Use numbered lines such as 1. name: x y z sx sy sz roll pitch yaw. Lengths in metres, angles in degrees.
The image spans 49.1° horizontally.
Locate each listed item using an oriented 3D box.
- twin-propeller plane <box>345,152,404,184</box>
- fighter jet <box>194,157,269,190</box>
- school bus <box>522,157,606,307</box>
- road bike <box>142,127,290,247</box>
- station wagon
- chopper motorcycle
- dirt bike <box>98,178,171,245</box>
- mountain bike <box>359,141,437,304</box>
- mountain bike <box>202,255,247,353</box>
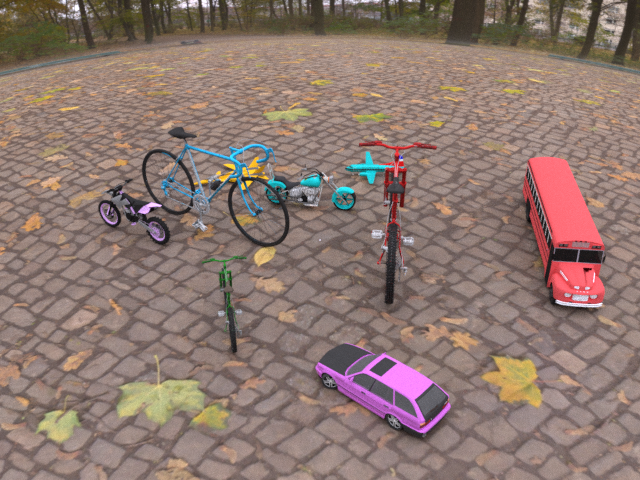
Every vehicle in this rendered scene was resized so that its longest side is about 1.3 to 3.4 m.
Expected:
1. twin-propeller plane: 1.007 -1.374 12.906 1.095 0.407 1.370 0 31 1
2. fighter jet: -1.670 -1.202 12.738 1.358 0.286 1.147 -12 33 -19
3. school bus: 3.629 -0.196 10.532 0.709 0.844 3.322 3 31 6
4. road bike: -1.712 -0.892 10.900 3.004 1.656 0.696 19 36 28
5. station wagon: 0.678 1.593 7.927 1.597 0.473 0.682 25 39 35
6. chopper motorcycle: -0.170 -0.895 11.771 1.563 0.761 0.466 4 31 7
7. dirt bike: -2.949 -0.447 10.936 1.493 0.857 0.527 17 35 26
8. mountain bike: 1.060 -0.392 10.040 1.114 1.688 2.857 3 31 5
9. mountain bike: -1.171 0.747 8.947 0.573 0.868 1.469 -6 32 -10
